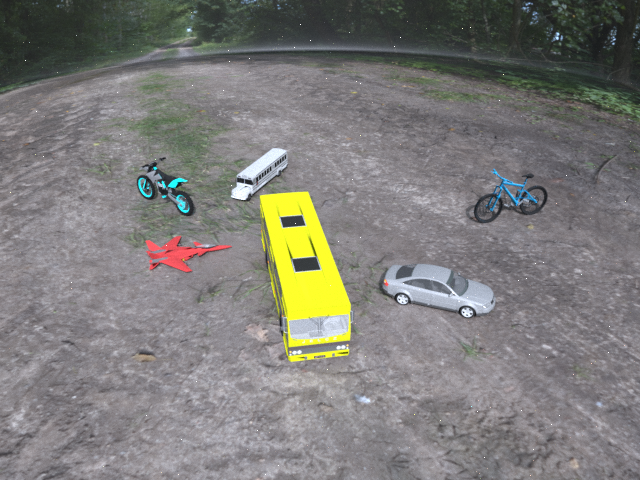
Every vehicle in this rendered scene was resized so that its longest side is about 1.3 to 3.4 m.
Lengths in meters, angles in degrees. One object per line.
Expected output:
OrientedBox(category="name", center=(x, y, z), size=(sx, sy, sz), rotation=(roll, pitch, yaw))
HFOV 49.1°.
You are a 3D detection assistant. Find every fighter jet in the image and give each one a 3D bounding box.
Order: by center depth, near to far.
OrientedBox(category="fighter jet", center=(-2.076, 0.131, 11.158), size=(1.358, 0.286, 1.147), rotation=(-9, 31, -16))

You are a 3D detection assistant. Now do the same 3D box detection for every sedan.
OrientedBox(category="sedan", center=(1.704, 0.669, 10.027), size=(1.613, 0.483, 0.635), rotation=(11, 32, 18))

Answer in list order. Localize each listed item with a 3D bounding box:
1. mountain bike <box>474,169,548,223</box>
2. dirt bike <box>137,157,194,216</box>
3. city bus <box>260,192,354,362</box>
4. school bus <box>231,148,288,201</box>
OrientedBox(category="mountain bike", center=(3.331, -0.758, 12.121), size=(1.469, 0.868, 0.573), rotation=(-10, 31, -17))
OrientedBox(category="dirt bike", center=(-2.806, -0.971, 12.502), size=(1.493, 0.857, 0.527), rotation=(22, 36, 33))
OrientedBox(category="city bus", center=(-0.293, 0.418, 10.051), size=(0.926, 0.894, 3.255), rotation=(-5, 30, -9))
OrientedBox(category="school bus", center=(-1.156, -1.262, 13.431), size=(0.365, 0.434, 1.708), rotation=(13, 32, 21))
